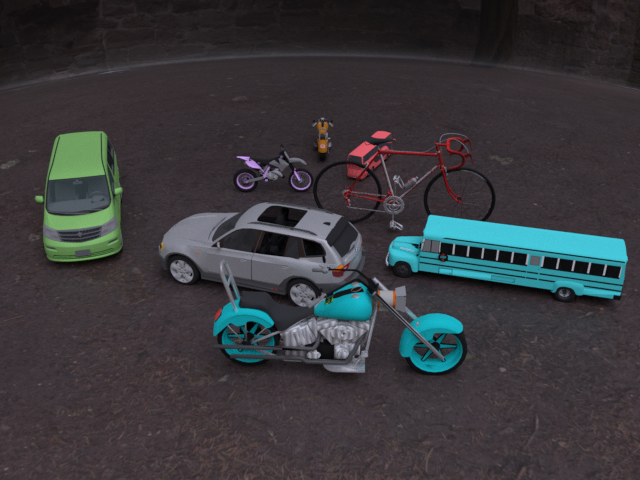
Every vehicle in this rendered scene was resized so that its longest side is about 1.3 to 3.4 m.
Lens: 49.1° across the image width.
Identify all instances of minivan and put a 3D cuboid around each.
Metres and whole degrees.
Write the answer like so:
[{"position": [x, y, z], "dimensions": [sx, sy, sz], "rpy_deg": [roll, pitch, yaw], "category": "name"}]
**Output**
[{"position": [-3.942, -0.781, 11.658], "dimensions": [1.324, 1.197, 3.011], "rpy_deg": [-7, 30, -13], "category": "minivan"}]

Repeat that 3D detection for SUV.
[{"position": [-0.868, 0.065, 10.198], "dimensions": [3.058, 1.128, 1.276], "rpy_deg": [10, 30, 17], "category": "SUV"}]

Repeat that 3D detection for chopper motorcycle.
[{"position": [0.235, 0.925, 8.280], "dimensions": [3.040, 1.480, 0.906], "rpy_deg": [1, 29, 2], "category": "chopper motorcycle"}, {"position": [0.058, -2.245, 14.755], "dimensions": [0.466, 0.761, 1.563], "rpy_deg": [0, 29, 0], "category": "chopper motorcycle"}]

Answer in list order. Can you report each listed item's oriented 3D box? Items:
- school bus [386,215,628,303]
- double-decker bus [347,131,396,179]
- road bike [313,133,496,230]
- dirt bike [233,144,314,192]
[{"position": [2.631, 0.235, 10.185], "dimensions": [3.322, 0.844, 0.709], "rpy_deg": [8, 30, 14], "category": "school bus"}, {"position": [1.036, -1.728, 14.046], "dimensions": [0.389, 0.541, 1.672], "rpy_deg": [14, 32, 23], "category": "double-decker bus"}, {"position": [1.371, -0.943, 11.476], "dimensions": [3.004, 1.656, 0.697], "rpy_deg": [4, 29, 8], "category": "road bike"}, {"position": [-0.866, -1.279, 12.908], "dimensions": [1.493, 0.857, 0.527], "rpy_deg": [0, 29, 1], "category": "dirt bike"}]
